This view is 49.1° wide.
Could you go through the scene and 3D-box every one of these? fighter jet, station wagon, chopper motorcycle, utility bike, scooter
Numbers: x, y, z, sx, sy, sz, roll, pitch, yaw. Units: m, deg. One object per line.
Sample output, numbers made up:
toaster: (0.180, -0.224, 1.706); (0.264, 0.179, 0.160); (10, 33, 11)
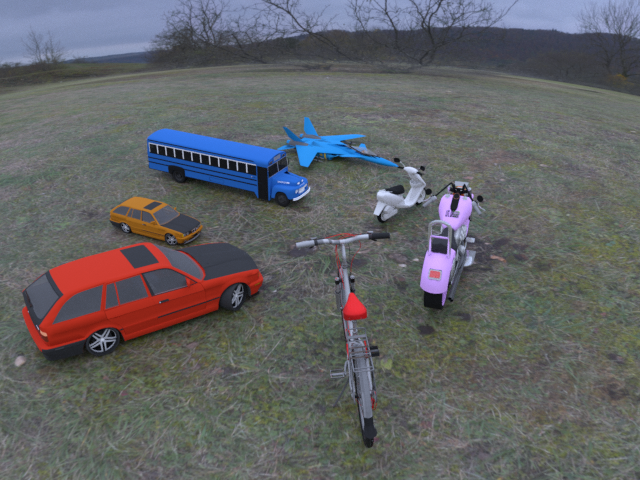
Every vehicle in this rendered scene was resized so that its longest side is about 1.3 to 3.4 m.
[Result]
fighter jet: (0.484, -1.958, 14.520); (2.640, 0.557, 2.229); (18, 33, 30)
station wagon: (-2.285, 0.587, 9.311); (3.105, 0.920, 1.327); (-17, 32, -29)
chopper motorcycle: (1.929, -0.192, 10.187); (0.906, 1.480, 3.040); (9, 29, 16)
utility bike: (0.277, 0.907, 7.721); (1.039, 1.839, 2.791); (-2, 28, -4)
scooter: (1.420, -0.873, 12.078); (0.662, 0.919, 1.399); (24, 36, 38)
station wagon: (-2.709, -0.351, 11.566); (1.597, 0.473, 0.682); (14, 31, 24)

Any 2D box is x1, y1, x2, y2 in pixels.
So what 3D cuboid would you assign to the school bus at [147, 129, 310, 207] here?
school bus: (-1.741, -1.400, 13.155); (3.322, 0.844, 0.709); (14, 31, 25)
